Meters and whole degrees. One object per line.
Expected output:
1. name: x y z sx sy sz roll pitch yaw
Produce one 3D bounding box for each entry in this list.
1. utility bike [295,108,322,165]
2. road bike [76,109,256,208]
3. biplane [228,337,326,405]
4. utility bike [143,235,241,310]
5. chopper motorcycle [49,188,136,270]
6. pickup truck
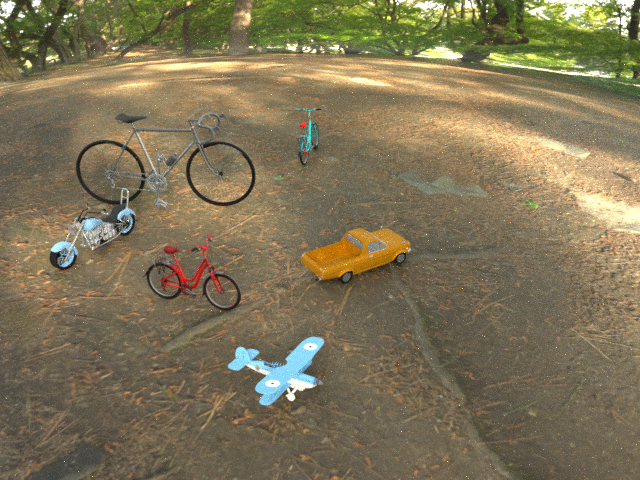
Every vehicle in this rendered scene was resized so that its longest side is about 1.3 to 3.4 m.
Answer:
1. utility bike: -0.269 -2.072 13.654 0.535 0.946 1.435 7 29 12
2. road bike: -2.570 -1.323 11.539 3.004 1.656 0.697 1 29 2
3. biplane: -0.451 1.428 7.698 1.090 0.504 1.336 13 31 22
4. utility bike: -1.671 0.397 9.127 1.435 0.946 0.535 9 30 17
5. chopper motorcycle: -3.357 -0.174 10.368 0.466 0.761 1.563 17 33 28
6. pickup truck: 0.531 0.162 10.013 1.603 0.511 0.640 -17 33 -28
